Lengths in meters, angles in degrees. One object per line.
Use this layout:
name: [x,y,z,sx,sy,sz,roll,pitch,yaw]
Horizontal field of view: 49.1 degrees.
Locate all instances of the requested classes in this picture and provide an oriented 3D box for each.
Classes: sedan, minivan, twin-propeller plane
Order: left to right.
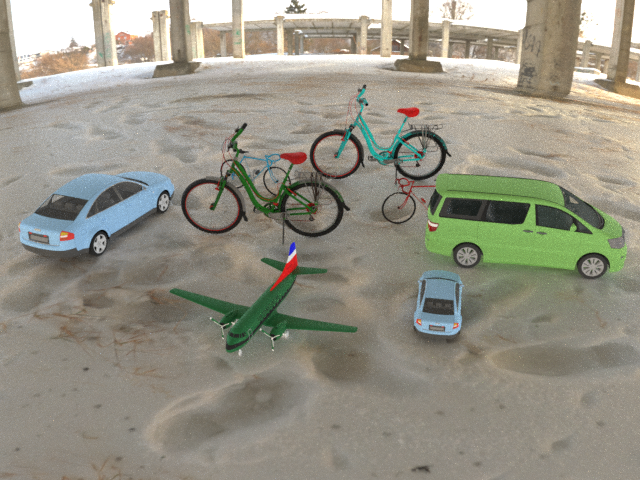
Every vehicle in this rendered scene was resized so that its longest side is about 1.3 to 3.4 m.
sedan: [-3.660,-0.634,11.828,1.235,0.940,3.137,10,28,20]
twin-propeller plane: [-0.710,0.762,9.163,2.663,0.792,2.129,10,28,19]
sedan: [1.619,0.778,9.480,0.635,0.483,1.613,5,27,10]
minivan: [3.166,-0.271,10.800,3.011,1.197,1.324,5,27,10]

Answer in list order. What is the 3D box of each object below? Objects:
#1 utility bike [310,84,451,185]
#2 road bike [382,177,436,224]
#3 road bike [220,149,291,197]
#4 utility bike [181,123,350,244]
utility bike: [1.187,-1.963,13.507,2.791,1.839,1.039,0,26,1]
road bike: [1.831,-0.677,12.014,1.545,0.852,0.358,-2,26,-4]
road bike: [-1.238,-1.298,13.274,1.545,0.852,0.358,12,29,22]
utility bike: [-0.906,-0.833,11.214,2.791,1.839,1.039,2,26,3]
